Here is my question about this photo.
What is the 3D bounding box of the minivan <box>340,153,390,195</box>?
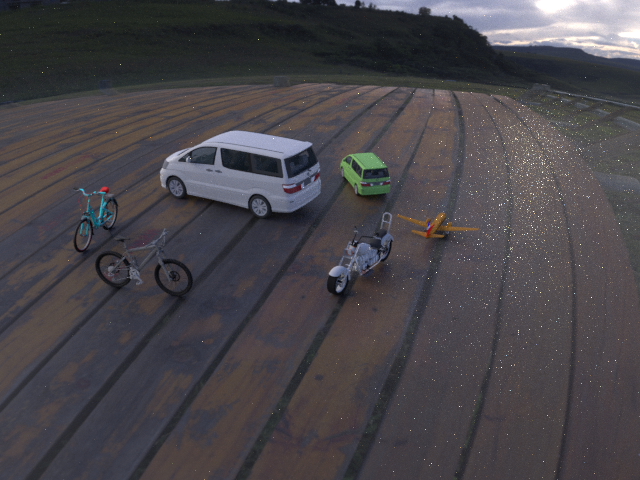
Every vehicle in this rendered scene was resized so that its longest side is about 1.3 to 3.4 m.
[{"bbox_3d":[0.840,-1.326,13.285,0.681,0.616,1.548,-6,26,-12],"label":"minivan"}]

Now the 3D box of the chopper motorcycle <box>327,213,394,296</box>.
[{"bbox_3d":[0.594,0.186,9.985,0.466,0.761,1.563,17,31,32],"label":"chopper motorcycle"}]

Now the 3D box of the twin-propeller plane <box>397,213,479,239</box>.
[{"bbox_3d":[1.877,-0.278,11.354,1.370,0.407,1.095,11,28,21],"label":"twin-propeller plane"}]

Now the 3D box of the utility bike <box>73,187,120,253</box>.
[{"bbox_3d":[-3.494,-0.437,11.063,0.535,0.946,1.435,5,26,11],"label":"utility bike"}]

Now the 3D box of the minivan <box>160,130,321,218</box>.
[{"bbox_3d":[-1.494,-1.298,12.558,3.011,1.197,1.324,14,29,26],"label":"minivan"}]

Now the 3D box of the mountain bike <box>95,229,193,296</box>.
[{"bbox_3d":[-2.437,0.322,9.581,1.469,0.868,0.573,7,27,14],"label":"mountain bike"}]
